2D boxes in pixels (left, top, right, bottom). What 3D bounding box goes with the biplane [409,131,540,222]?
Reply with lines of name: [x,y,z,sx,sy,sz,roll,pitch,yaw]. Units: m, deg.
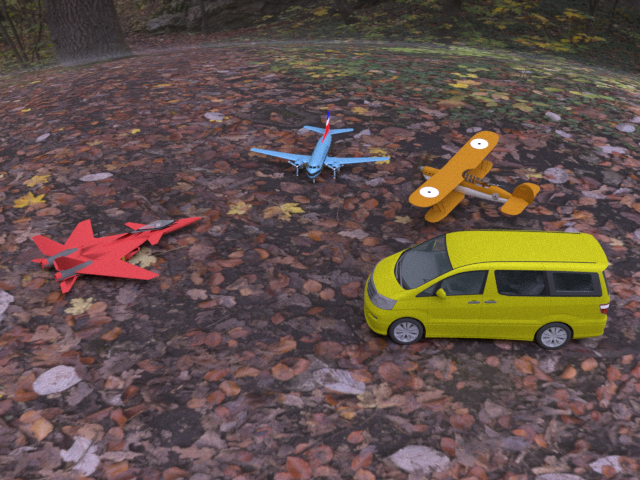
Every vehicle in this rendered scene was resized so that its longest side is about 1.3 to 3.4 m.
biplane: [2.527,-0.888,11.671,2.120,0.981,2.598,21,36,32]

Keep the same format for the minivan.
minivan: [2.081,0.563,8.977,3.011,1.197,1.324,2,30,3]

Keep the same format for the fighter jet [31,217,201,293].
fighter jet: [-2.942,-0.076,10.704,2.640,0.557,2.229,-24,38,-35]

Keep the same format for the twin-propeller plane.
twin-propeller plane: [0.015,-1.774,13.372,2.663,0.792,2.129,5,31,8]
